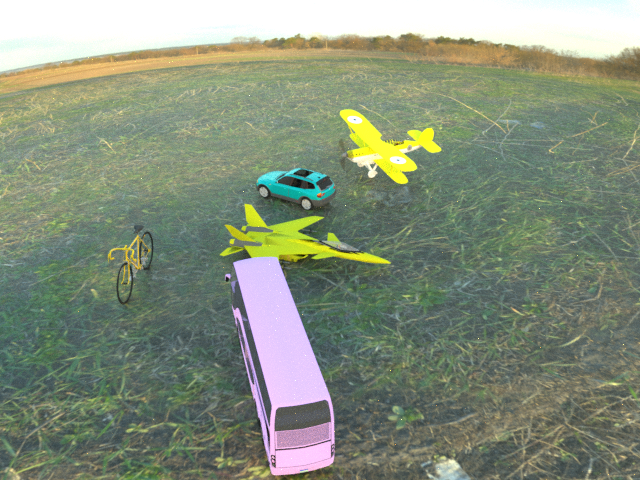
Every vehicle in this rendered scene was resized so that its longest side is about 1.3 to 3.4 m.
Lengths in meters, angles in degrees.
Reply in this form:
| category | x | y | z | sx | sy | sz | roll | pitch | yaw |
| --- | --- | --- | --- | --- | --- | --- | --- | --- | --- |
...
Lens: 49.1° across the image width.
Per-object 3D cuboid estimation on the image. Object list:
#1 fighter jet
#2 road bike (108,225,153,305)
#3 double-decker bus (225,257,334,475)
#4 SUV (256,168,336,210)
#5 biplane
| category | x | y | z | sx | sy | sz | roll | pitch | yaw |
| --- | --- | --- | --- | --- | --- | --- | --- | --- | --- |
| fighter jet | -0.160 | 0.011 | 11.078 | 2.640 | 0.557 | 2.229 | 9 | 30 | 16 |
| road bike | -2.715 | 0.279 | 10.276 | 0.358 | 0.852 | 1.545 | 3 | 29 | 5 |
| double-decker bus | -0.542 | 1.267 | 8.251 | 0.756 | 1.052 | 3.251 | -7 | 29 | -12 |
| SUV | -0.457 | -1.028 | 12.964 | 1.572 | 0.580 | 0.656 | 18 | 33 | 29 |
| biplane | 1.387 | -1.811 | 13.983 | 2.120 | 0.981 | 2.598 | -13 | 31 | -23 |
